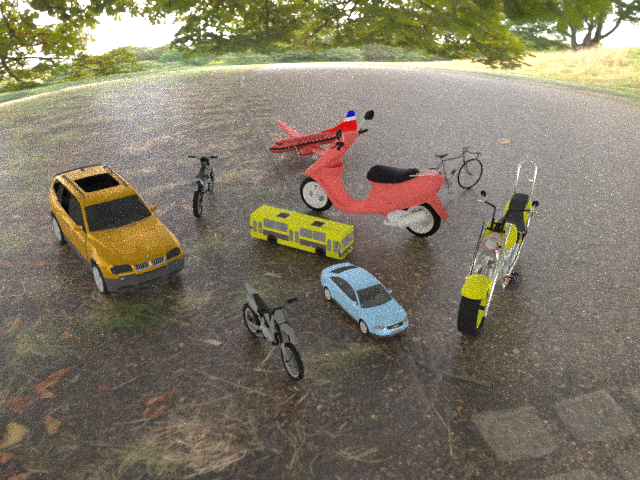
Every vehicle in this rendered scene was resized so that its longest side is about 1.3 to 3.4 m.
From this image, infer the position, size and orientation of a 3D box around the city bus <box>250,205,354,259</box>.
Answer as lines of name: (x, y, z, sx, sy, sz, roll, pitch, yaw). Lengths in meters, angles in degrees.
city bus: (-0.302, -0.117, 11.132, 1.674, 0.460, 0.476, 14, 31, 25)

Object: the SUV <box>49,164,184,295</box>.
SUV: (-3.209, -0.273, 10.714, 1.276, 1.128, 3.058, -19, 33, -31)

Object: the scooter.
scooter: (0.841, -1.068, 11.505, 2.721, 1.786, 1.288, 15, 31, 26)

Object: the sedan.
sedan: (0.585, 0.750, 9.482, 0.635, 0.483, 1.613, -15, 31, -26)

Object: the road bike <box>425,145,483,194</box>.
road bike: (2.392, -1.241, 12.823, 1.545, 0.852, 0.358, -15, 31, -25)

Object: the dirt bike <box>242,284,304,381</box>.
dirt bike: (-0.587, 1.057, 8.509, 0.527, 0.857, 1.493, -16, 32, -27)

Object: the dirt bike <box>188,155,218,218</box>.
dirt bike: (-2.081, -1.032, 12.426, 0.527, 0.857, 1.493, 2, 28, 3)

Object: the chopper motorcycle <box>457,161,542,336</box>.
chopper motorcycle: (2.506, 0.043, 9.748, 0.906, 1.480, 3.040, 13, 31, 23)

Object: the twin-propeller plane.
twin-propeller plane: (-0.115, -2.204, 14.692, 2.129, 0.792, 2.663, -15, 31, -25)
